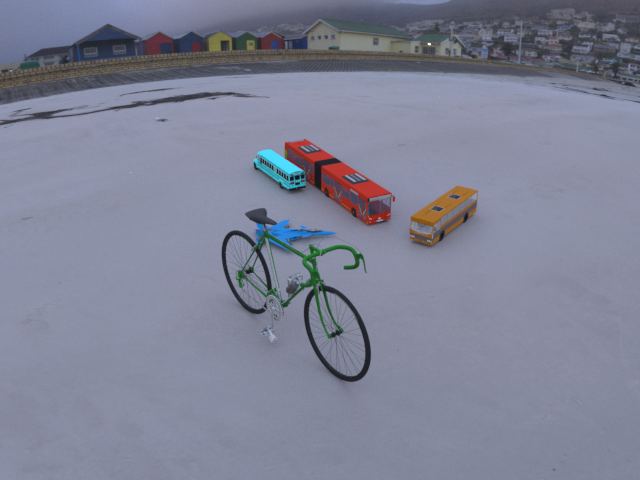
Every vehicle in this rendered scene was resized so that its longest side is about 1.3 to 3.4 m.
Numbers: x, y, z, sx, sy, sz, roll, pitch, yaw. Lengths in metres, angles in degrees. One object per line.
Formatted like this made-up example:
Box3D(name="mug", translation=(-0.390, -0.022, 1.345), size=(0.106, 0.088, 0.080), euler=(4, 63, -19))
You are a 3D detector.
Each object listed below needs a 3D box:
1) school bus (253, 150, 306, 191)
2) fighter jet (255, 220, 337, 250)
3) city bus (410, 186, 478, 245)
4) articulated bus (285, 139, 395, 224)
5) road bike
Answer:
Box3D(name="school bus", translation=(-0.836, -1.403, 13.772), size=(0.365, 0.434, 1.708), euler=(-14, 30, -26))
Box3D(name="fighter jet", translation=(-0.396, -0.160, 11.428), size=(1.358, 0.286, 1.147), euler=(-3, 26, -5))
Box3D(name="city bus", translation=(2.093, -0.414, 11.746), size=(0.476, 0.460, 1.674), euler=(18, 32, 32))
Box3D(name="articulated bus", translation=(0.252, -1.171, 13.160), size=(0.605, 0.561, 3.401), euler=(-13, 29, -24))
Box3D(name="road bike", translation=(-0.401, 0.527, 8.499), size=(0.697, 1.656, 3.004), euler=(-20, 32, -34))
